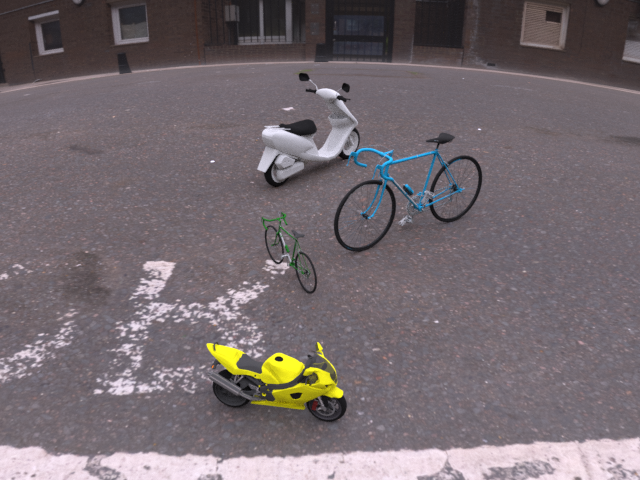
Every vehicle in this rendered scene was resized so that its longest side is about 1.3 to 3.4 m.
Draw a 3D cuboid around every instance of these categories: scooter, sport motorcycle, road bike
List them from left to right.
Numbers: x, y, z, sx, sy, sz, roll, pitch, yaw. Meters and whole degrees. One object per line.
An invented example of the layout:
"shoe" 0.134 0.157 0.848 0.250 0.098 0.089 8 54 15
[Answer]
"sport motorcycle" -0.458 1.501 7.416 1.520 0.821 0.506 6 28 12
"road bike" -0.438 0.148 9.954 0.358 0.852 1.545 -15 31 -27
"scooter" -0.136 -2.122 13.265 1.288 1.786 2.721 24 36 37
"road bike" 1.462 -0.815 10.920 3.004 1.656 0.696 -17 32 -29
